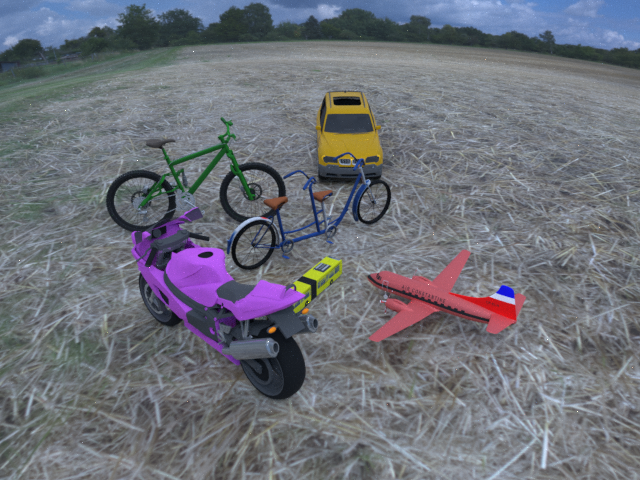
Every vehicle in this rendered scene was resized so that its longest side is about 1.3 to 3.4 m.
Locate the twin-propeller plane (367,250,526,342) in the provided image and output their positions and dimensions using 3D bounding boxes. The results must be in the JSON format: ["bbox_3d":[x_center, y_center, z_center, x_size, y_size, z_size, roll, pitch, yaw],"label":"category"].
[{"bbox_3d":[1.528,0.667,9.062,2.129,0.792,2.663,18,33,30],"label":"twin-propeller plane"}]

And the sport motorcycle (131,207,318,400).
[{"bbox_3d":[-1.246,0.707,8.133,2.955,1.596,0.983,24,36,37],"label":"sport motorcycle"}]

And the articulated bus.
[{"bbox_3d":[-0.239,0.706,9.523,0.311,0.289,1.749,16,32,28],"label":"articulated bus"}]

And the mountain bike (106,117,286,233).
[{"bbox_3d":[-1.963,-0.939,11.119,2.857,1.688,1.114,-5,29,-9],"label":"mountain bike"}]

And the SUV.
[{"bbox_3d":[0.543,-2.153,13.987,1.276,1.128,3.058,0,28,-1],"label":"SUV"}]

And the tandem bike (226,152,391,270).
[{"bbox_3d":[-0.071,-0.501,10.683,3.192,1.326,0.550,-21,34,-33],"label":"tandem bike"}]
